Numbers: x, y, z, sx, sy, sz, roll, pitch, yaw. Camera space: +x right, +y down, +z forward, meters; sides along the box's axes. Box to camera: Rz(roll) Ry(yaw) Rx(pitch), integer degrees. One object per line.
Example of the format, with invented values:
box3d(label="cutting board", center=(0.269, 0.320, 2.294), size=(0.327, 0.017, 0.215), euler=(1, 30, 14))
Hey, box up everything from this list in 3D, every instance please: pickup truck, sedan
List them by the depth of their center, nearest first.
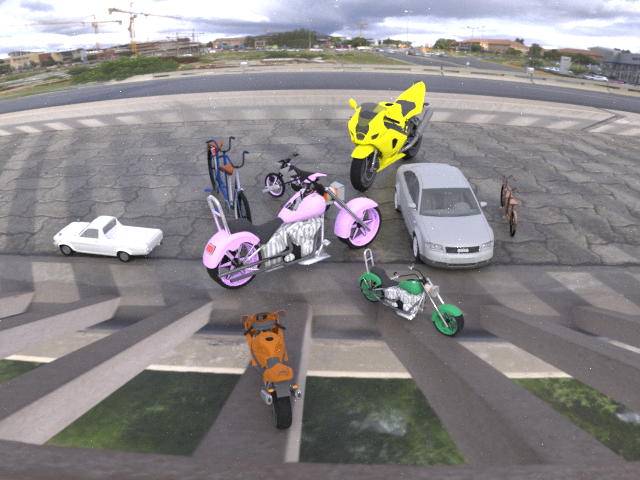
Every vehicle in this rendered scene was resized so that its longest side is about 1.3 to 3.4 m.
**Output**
box3d(label="pickup truck", center=(-3.242, -0.057, 10.712), size=(1.603, 0.511, 0.640), euler=(6, 27, 11))
box3d(label="sedan", center=(1.943, -0.563, 11.252), size=(1.235, 0.940, 3.137), euler=(-1, 26, -3))

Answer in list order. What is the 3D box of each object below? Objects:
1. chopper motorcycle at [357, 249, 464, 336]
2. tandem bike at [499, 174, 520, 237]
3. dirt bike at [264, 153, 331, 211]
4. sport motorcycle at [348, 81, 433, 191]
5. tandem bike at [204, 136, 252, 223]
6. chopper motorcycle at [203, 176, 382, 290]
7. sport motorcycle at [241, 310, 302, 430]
box3d(label="chopper motorcycle", center=(1.148, 0.664, 8.967), size=(1.563, 0.761, 0.466), euler=(21, 33, 36))
box3d(label="tandem bike", center=(3.155, -0.634, 11.687), size=(0.283, 0.682, 1.642), euler=(3, 26, 5))
box3d(label="dirt bike", center=(-0.414, -1.016, 12.264), size=(1.493, 0.857, 0.527), euler=(19, 32, 34))
box3d(label="sport motorcycle", center=(1.343, -2.057, 13.537), size=(0.983, 1.596, 2.955), euler=(14, 30, 27))
box3d(label="tandem bike", center=(-1.592, -1.103, 11.911), size=(0.550, 1.326, 3.192), euler=(-9, 28, -17))
box3d(label="chopper motorcycle", center=(-0.302, -0.264, 10.035), size=(3.040, 1.480, 0.906), euler=(-19, 32, -33))
box3d(label="sport motorcycle", center=(-0.529, 1.336, 7.536), size=(0.506, 0.821, 1.520), euler=(-7, 27, -13))
